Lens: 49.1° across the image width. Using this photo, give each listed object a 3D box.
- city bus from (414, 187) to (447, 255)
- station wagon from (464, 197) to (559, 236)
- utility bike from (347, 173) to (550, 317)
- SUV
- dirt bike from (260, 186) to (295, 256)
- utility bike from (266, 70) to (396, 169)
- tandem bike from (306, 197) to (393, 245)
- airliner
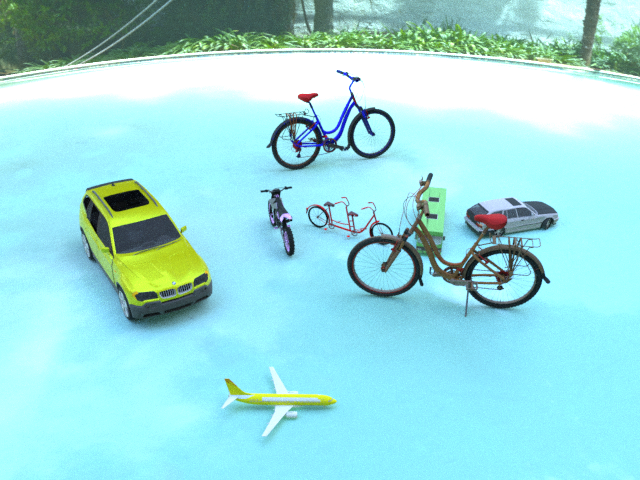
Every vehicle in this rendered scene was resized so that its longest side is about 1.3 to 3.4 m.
[{"bbox_3d":[1.874,-0.333,11.730,0.476,0.460,1.674,5,30,9],"label":"city bus"},{"bbox_3d":[3.290,-0.450,11.925,1.597,0.473,0.682,-9,31,-15],"label":"station wagon"},{"bbox_3d":[1.741,0.164,9.445,2.791,1.839,1.039,5,30,9],"label":"utility bike"},{"bbox_3d":[-2.692,0.027,10.413,1.276,1.128,3.058,-17,33,-27],"label":"SUV"},{"bbox_3d":[-0.658,-0.390,11.428,0.527,0.857,1.493,-9,31,-15],"label":"dirt bike"},{"bbox_3d":[0.220,-2.432,14.050,2.791,1.839,1.039,-10,31,-17],"label":"utility bike"},{"bbox_3d":[0.473,-0.374,11.578,1.642,0.682,0.283,16,33,26],"label":"tandem bike"},{"bbox_3d":[-0.456,1.761,8.047,1.307,0.429,1.161,0,29,0],"label":"airliner"}]
